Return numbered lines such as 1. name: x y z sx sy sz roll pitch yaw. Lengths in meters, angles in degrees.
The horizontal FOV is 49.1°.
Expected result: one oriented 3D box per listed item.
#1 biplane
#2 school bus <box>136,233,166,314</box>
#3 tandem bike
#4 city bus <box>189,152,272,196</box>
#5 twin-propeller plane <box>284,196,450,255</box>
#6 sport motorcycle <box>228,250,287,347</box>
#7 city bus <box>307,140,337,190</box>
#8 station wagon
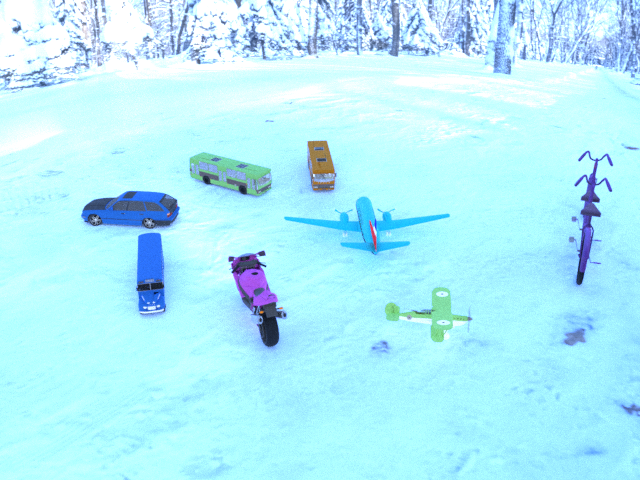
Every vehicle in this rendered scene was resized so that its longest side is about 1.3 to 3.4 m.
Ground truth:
1. biplane: 1.355 0.951 8.770 1.090 0.504 1.336 4 27 8
2. school bus: -2.375 0.452 9.833 0.365 0.434 1.708 -6 27 -11
3. tandem bike: 4.103 -0.473 10.676 0.550 1.326 3.192 10 28 18
4. city bus: -1.689 -1.230 13.131 1.674 0.460 0.476 17 31 29
5. twin-propeller plane: 0.765 -0.340 11.004 2.663 0.792 2.129 -1 27 -2
6. sport motorcycle: -0.809 0.705 8.905 0.506 0.821 1.520 -10 28 -19
7. city bus: 0.006 -1.441 13.548 0.476 0.460 1.674 -2 27 -4
8. station wagon: -3.200 -0.549 11.769 1.597 0.473 0.682 3 27 6
